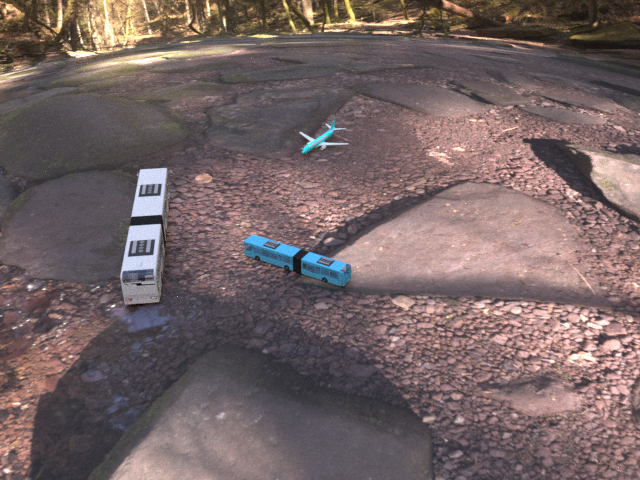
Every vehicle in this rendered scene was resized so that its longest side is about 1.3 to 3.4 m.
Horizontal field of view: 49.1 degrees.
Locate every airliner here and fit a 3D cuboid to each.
[{"bbox_3d":[-0.002,-2.110,14.201,1.161,0.429,1.307,18,35,26],"label":"airliner"}]

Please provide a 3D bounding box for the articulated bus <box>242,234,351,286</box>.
[{"bbox_3d":[-0.360,0.292,10.378,1.749,0.289,0.311,17,35,25],"label":"articulated bus"}]

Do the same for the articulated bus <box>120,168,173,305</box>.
[{"bbox_3d":[-2.659,-0.180,10.893,0.605,0.561,3.401,-4,31,-7],"label":"articulated bus"}]
